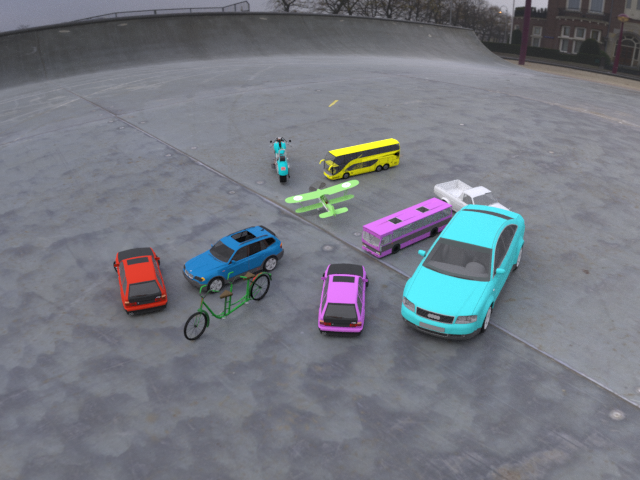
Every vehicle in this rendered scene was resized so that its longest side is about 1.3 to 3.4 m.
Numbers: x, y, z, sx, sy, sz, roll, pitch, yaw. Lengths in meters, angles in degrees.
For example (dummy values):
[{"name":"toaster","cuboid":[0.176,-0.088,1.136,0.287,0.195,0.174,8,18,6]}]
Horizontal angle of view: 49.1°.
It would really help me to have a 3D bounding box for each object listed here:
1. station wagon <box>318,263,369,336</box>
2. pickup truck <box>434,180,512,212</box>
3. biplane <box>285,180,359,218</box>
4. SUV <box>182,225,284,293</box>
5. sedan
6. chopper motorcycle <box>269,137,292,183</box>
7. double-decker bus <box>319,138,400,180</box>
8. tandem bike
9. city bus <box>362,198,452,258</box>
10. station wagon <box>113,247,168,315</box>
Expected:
[{"name":"station wagon","cuboid":[0.329,0.721,9.726,0.682,0.473,1.597,2,29,4]},{"name":"pickup truck","cuboid":[2.667,-0.661,12.188,0.640,0.511,1.603,-15,32,-24]},{"name":"biplane","cuboid":[0.087,-0.649,12.172,1.336,0.504,1.090,-8,30,-14]},{"name":"SUV","cuboid":[-1.289,0.245,10.478,1.572,0.580,0.656,-21,35,-33]},{"name":"sedan","cuboid":[2.123,0.278,10.046,1.235,0.940,3.137,14,32,23]},{"name":"chopper motorcycle","cuboid":[-0.777,-1.696,13.801,0.466,0.761,1.563,-3,29,-6]},{"name":"double-decker bus","cuboid":[0.814,-1.592,13.840,1.672,0.541,0.389,-15,32,-25]},{"name":"tandem bike","cuboid":[-1.216,0.766,9.429,0.283,0.682,1.642,22,36,34]},{"name":"city bus","cuboid":[1.434,-0.199,11.405,1.674,0.460,0.476,-22,36,-34]},{"name":"station wagon","cuboid":[-2.618,0.484,10.155,0.682,0.473,1.597,-9,30,-17]}]
